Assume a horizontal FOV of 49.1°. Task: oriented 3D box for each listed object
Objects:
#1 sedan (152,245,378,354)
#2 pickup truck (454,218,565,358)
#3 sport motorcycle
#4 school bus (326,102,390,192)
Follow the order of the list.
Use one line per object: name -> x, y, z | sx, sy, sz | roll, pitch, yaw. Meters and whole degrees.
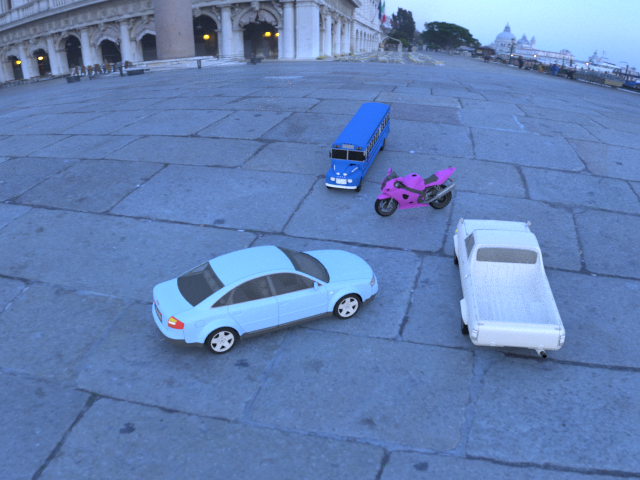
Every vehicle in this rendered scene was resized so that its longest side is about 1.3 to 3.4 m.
sedan -> -0.685, 0.622, 9.488 | 3.137, 0.940, 1.235 | -12, 30, -22
pickup truck -> 2.549, 0.456, 9.742 | 1.244, 0.993, 3.117 | 3, 28, 6
sport motorcycle -> 1.684, -0.867, 12.412 | 1.520, 0.821, 0.506 | -9, 29, -16
school bus -> 0.824, -1.966, 14.453 | 0.709, 0.844, 3.322 | 7, 29, 14
